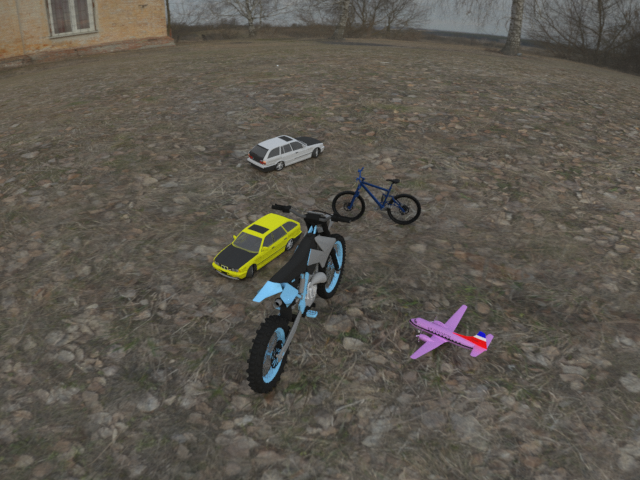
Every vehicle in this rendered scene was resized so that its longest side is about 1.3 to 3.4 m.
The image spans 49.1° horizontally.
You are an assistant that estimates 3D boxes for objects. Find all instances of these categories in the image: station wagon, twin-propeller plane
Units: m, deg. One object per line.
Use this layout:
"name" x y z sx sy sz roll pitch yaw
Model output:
"station wagon" -0.644 -1.788 13.774 1.597 0.473 0.682 -24 38 -35
"station wagon" -0.944 0.048 10.609 0.682 0.473 1.597 19 35 29
"twin-propeller plane" 1.595 1.147 8.780 1.095 0.407 1.370 21 36 32

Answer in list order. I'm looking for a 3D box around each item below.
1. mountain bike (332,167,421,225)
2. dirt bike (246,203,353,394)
"mountain bike" 0.925 -0.666 11.447 1.469 0.868 0.573 4 30 6
"dirt bike" -0.224 0.508 8.626 1.024 1.666 2.903 11 32 18
